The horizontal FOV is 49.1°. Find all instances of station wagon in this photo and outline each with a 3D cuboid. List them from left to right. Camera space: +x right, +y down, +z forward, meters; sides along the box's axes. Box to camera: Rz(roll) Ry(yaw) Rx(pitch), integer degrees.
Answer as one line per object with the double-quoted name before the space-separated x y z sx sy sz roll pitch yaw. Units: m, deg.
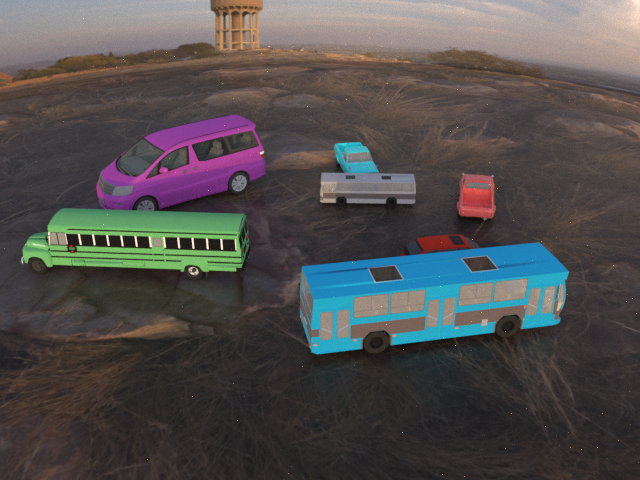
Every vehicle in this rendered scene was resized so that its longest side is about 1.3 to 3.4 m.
"station wagon" 2.028 0.202 10.329 1.597 0.473 0.682 -5 28 -8

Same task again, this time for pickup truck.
"pickup truck" 0.697 -1.560 13.621 0.640 0.511 1.603 -5 28 -9
"pickup truck" 2.734 -0.807 12.197 0.640 0.511 1.603 6 28 11

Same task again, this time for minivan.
"minivan" -2.475 -1.346 12.482 3.011 1.197 1.324 -19 33 -32

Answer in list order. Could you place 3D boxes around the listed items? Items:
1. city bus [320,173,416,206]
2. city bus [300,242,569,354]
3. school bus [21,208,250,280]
"city bus" 0.843 -0.898 12.422 1.674 0.460 0.476 1 28 2
"city bus" 1.411 0.747 8.849 3.255 0.894 0.926 -5 28 -10
"school bus" -2.726 0.029 10.259 3.322 0.844 0.709 2 28 4
